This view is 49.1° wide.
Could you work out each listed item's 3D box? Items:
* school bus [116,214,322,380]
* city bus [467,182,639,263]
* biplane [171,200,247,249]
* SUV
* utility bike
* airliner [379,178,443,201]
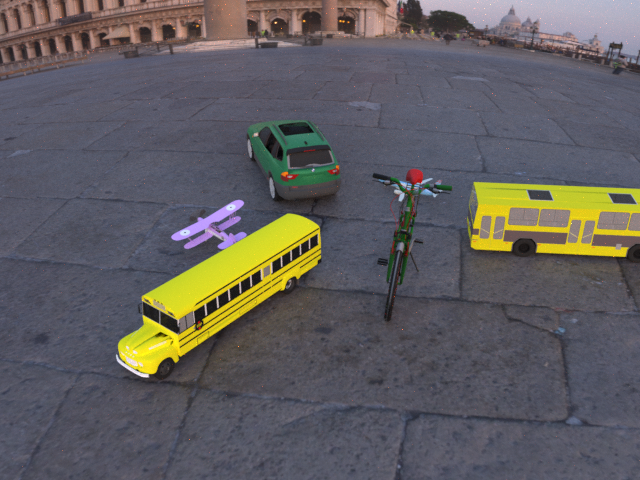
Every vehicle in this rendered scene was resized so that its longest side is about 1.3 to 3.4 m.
[{"bbox_3d":[-1.254,0.660,9.328,0.709,0.844,3.322,21,36,32],"label":"school bus"},{"bbox_3d":[3.989,-0.270,10.884,3.255,0.894,0.926,3,30,5],"label":"city bus"},{"bbox_3d":[-1.654,-0.136,11.043,1.336,0.504,1.090,-24,38,-35],"label":"biplane"},{"bbox_3d":[-0.541,-1.713,13.143,1.276,1.128,3.058,-9,31,-15],"label":"SUV"},{"bbox_3d":[1.267,-0.189,9.802,1.039,1.839,2.791,6,31,10],"label":"utility bike"},{"bbox_3d":[1.623,-1.040,12.679,1.307,0.429,1.161,20,36,31],"label":"airliner"}]
